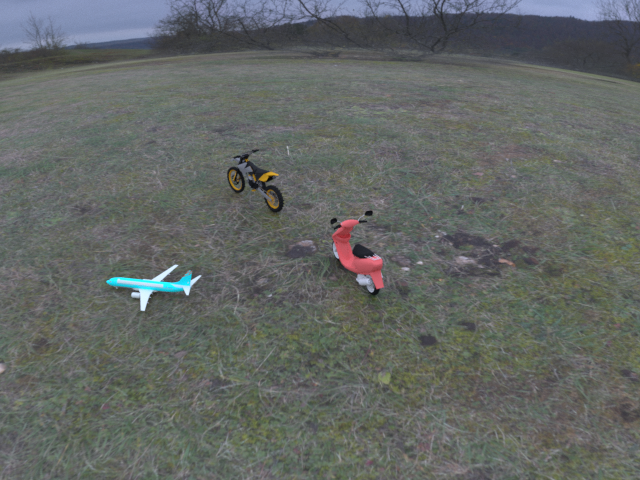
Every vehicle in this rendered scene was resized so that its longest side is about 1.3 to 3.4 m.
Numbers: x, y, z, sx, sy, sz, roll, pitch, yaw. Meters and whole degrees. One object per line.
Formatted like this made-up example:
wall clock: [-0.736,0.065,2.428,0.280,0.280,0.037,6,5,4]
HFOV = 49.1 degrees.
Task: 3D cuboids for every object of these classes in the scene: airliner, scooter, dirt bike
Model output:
airliner: [-2.312,0.536,9.497,1.307,0.429,1.161,6,30,10]
scooter: [0.505,0.121,9.738,0.662,0.919,1.399,-13,32,-22]
dirt bike: [-1.129,-1.038,11.880,0.527,0.857,1.493,-25,37,-37]
